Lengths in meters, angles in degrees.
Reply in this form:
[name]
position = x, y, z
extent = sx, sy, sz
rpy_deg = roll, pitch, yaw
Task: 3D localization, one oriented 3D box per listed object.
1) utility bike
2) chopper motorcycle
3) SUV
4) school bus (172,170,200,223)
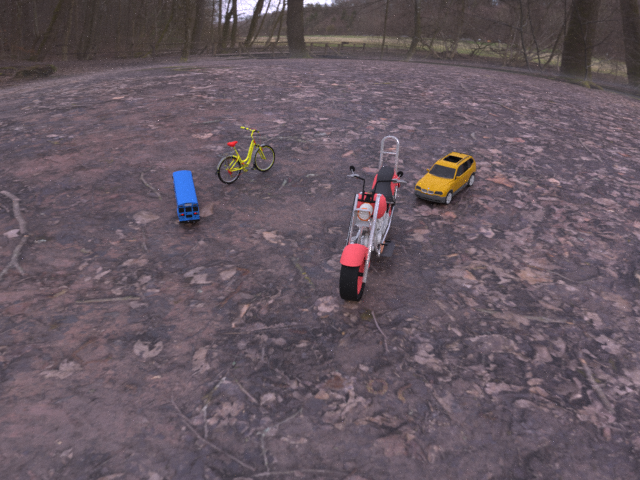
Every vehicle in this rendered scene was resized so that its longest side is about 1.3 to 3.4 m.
[utility bike]
position = -1.443, -1.633, 13.244
extent = 1.435, 0.946, 0.535
rpy_deg = -24, 37, -37
[chopper motorcycle]
position = 0.767, -0.390, 10.373
extent = 0.906, 1.480, 3.040
rpy_deg = 7, 29, 14
[SUV]
position = 2.311, -1.162, 12.755
extent = 0.656, 0.580, 1.572
rpy_deg = 18, 33, 30
[school bus]
position = -2.356, -0.801, 12.239
extent = 0.365, 0.434, 1.708
rpy_deg = -7, 29, -12
